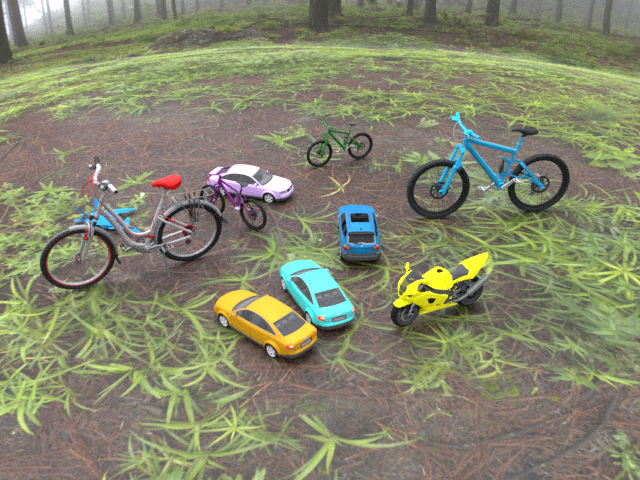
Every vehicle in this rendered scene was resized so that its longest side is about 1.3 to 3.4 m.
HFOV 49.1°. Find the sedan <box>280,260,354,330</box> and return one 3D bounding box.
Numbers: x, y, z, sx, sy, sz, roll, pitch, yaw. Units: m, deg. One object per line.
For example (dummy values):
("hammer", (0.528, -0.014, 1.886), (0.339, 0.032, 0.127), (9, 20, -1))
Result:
("sedan", (-0.071, 0.674, 9.779), (0.635, 0.483, 1.613), (-13, 33, -21))

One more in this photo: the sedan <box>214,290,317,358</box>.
("sedan", (-0.747, 1.017, 9.192), (1.613, 0.483, 0.635), (25, 39, 36))

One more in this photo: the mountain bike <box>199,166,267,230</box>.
("mountain bike", (-1.476, -0.689, 11.725), (1.469, 0.868, 0.573), (20, 36, 30))

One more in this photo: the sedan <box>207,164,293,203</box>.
("sedan", (-1.270, -1.073, 12.760), (1.613, 0.483, 0.635), (9, 32, 16))

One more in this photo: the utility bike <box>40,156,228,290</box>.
("utility bike", (-2.597, -0.235, 9.990), (2.791, 1.839, 1.039), (-15, 34, -24))

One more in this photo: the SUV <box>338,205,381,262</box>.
("SUV", (0.616, -0.204, 11.181), (0.656, 0.580, 1.572), (0, 30, -1))

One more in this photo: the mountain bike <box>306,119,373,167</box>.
("mountain bike", (0.398, -1.927, 13.839), (1.469, 0.868, 0.573), (-14, 33, -22))

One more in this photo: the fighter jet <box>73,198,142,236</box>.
("fighter jet", (-3.445, -0.338, 11.701), (1.358, 0.286, 1.147), (18, 35, 27))

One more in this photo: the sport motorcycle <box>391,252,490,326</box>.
("sport motorcycle", (1.619, 0.665, 9.460), (1.520, 0.821, 0.506), (-15, 33, -23))

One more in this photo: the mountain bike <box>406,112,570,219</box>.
("mountain bike", (2.868, -1.176, 11.745), (2.857, 1.688, 1.114), (-4, 31, -7))
